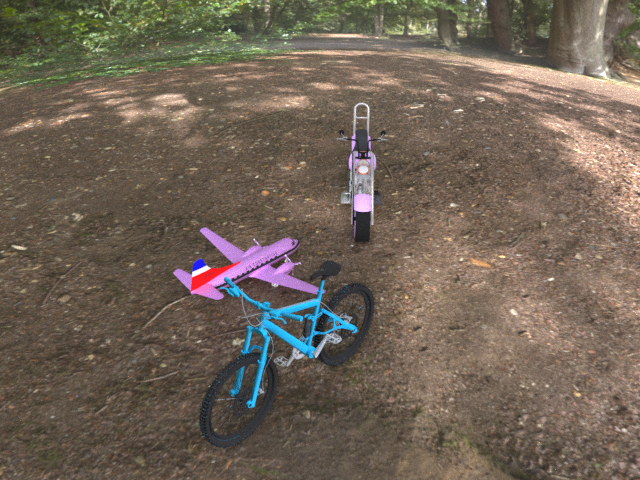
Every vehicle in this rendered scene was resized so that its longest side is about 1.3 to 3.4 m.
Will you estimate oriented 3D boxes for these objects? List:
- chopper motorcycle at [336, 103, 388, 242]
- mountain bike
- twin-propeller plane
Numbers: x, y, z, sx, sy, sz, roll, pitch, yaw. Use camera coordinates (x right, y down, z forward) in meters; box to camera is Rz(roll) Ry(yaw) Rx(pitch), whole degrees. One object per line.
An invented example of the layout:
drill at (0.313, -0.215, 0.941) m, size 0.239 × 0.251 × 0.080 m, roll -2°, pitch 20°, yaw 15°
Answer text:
chopper motorcycle at (0.727, -1.237, 12.235) m, size 0.906 × 1.480 × 3.040 m, roll 1°, pitch 30°, yaw 2°
mountain bike at (-0.276, 1.122, 7.953) m, size 1.114 × 1.688 × 2.857 m, roll 24°, pitch 38°, yaw 35°
twin-propeller plane at (-1.050, 0.293, 10.279) m, size 2.663 × 0.792 × 2.129 m, roll 25°, pitch 39°, yaw 36°
